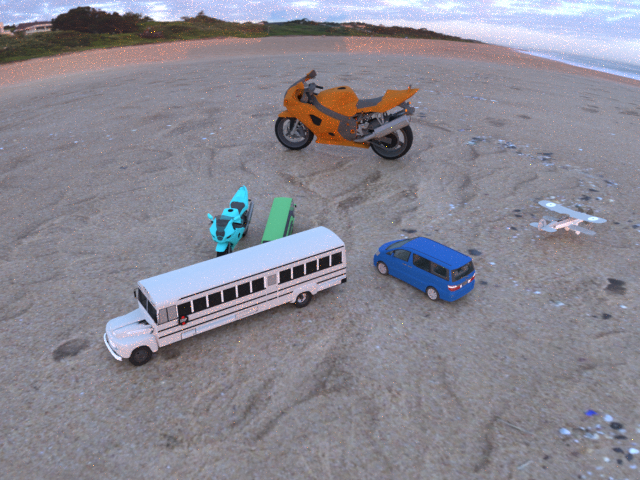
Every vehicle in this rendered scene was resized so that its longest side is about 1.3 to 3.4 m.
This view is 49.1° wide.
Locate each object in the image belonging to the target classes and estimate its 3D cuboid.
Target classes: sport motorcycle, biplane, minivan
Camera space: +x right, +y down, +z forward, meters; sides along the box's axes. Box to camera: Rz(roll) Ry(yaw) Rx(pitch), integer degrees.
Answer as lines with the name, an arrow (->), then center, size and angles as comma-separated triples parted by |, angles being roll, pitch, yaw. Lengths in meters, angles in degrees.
sport motorcycle -> 0.490, -2.481, 14.141 | 2.955, 1.596, 0.983 | 7, 30, 13
biplane -> 3.919, -0.301, 11.333 | 1.090, 0.504, 1.336 | -15, 32, -25
minivan -> 1.471, 0.328, 10.083 | 0.681, 0.616, 1.548 | -24, 37, -37
sport motorcycle -> -1.354, -0.201, 10.826 | 0.506, 0.821, 1.520 | 5, 29, 8

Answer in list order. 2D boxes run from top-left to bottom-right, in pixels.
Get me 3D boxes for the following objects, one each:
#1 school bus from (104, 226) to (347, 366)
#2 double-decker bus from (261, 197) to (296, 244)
school bus -> -1.190, 0.672, 9.226 | 3.322, 0.844, 0.709 | -17, 33, -28
double-decker bus -> -0.648, -0.157, 11.037 | 0.389, 0.541, 1.672 | 2, 29, 4
